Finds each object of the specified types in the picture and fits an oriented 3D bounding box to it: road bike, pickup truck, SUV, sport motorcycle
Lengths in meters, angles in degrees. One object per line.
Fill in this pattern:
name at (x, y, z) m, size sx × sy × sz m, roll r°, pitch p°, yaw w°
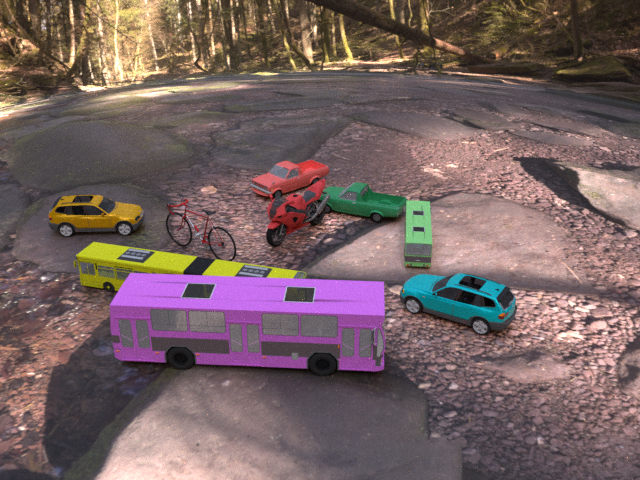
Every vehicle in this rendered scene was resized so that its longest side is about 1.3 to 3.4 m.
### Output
road bike at (-1.904, -0.165, 11.048) m, size 1.545 × 0.852 × 0.358 m, roll 18°, pitch 31°, yaw 32°
pickup truck at (-0.571, -1.256, 13.642) m, size 1.603 × 0.511 × 0.640 m, roll -22°, pitch 34°, yaw -37°
SUV at (-3.810, -0.450, 11.933) m, size 1.572 × 0.580 × 0.656 m, roll -1°, pitch 26°, yaw -3°
sport motorcycle at (-0.384, -0.469, 11.698) m, size 0.506 × 0.821 × 1.520 m, roll 19°, pitch 32°, yaw 33°
pickup truck at (0.746, -0.720, 12.558) m, size 1.603 × 0.511 × 0.640 m, roll 11°, pitch 28°, yaw 21°
SUV at (1.863, 0.762, 9.479) m, size 1.572 × 0.580 × 0.656 m, roll 16°, pitch 30°, yaw 29°

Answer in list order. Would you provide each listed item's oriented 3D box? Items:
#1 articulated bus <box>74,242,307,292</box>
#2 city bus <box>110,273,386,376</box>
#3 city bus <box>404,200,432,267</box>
articulated bus at (-1.857, 0.550, 9.929) m, size 3.401 × 0.561 × 0.605 m, roll 7°, pitch 27°, yaw 15°
city bus at (-0.835, 1.030, 8.580) m, size 3.255 × 0.894 × 0.926 m, roll 2°, pitch 26°, yaw 4°
city bus at (1.587, -0.105, 11.369) m, size 0.476 × 0.460 × 1.674 m, roll 3°, pitch 26°, yaw 6°
